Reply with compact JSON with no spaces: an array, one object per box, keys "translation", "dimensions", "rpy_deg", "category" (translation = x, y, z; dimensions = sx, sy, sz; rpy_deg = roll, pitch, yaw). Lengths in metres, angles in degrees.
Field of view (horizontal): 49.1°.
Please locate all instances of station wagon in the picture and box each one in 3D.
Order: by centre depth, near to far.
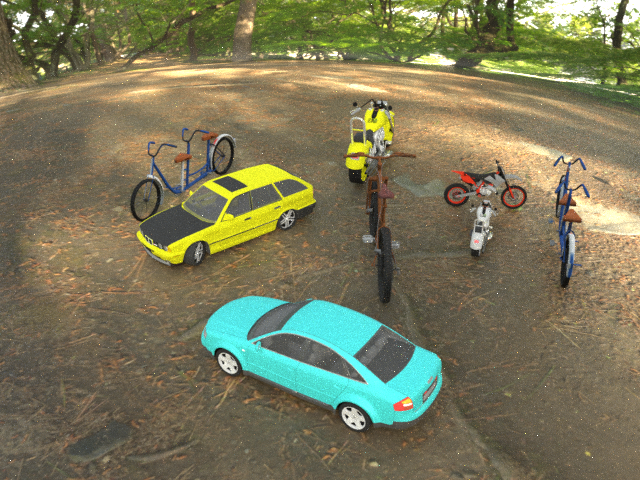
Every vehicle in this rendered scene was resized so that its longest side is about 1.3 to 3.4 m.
[{"translation":[-1.550,-0.523,11.812],"dimensions":[3.105,0.920,1.327],"rpy_deg":[-23,36,-35],"category":"station wagon"}]

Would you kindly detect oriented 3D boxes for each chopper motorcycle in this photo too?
[{"translation":[2.697,-0.311,11.594],"dimensions":[0.466,0.761,1.563],"rpy_deg":[9,30,16],"category":"chopper motorcycle"},{"translation":[1.103,-2.229,14.327],"dimensions":[0.906,1.480,3.040],"rpy_deg":[9,30,15],"category":"chopper motorcycle"}]

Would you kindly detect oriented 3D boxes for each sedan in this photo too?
[{"translation":[-0.063,1.291,8.504],"dimensions":[3.137,0.940,1.235],"rpy_deg":[17,33,28],"category":"sedan"}]

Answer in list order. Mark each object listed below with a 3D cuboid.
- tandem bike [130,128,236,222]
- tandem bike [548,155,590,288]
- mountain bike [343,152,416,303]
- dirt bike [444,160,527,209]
[{"translation":[-2.483,-1.445,13.065],"dimensions":[0.550,1.326,3.192],"rpy_deg":[14,32,24],"category":"tandem bike"},{"translation":[3.958,-0.441,11.244],"dimensions":[0.550,1.326,3.192],"rpy_deg":[7,30,13],"category":"tandem bike"},{"translation":[0.921,-0.330,10.668],"dimensions":[1.114,1.688,2.857],"rpy_deg":[0,29,-1],"category":"mountain bike"},{"translation":[3.018,-0.976,12.699],"dimensions":[1.493,0.857,0.527],"rpy_deg":[3,29,6],"category":"dirt bike"}]
